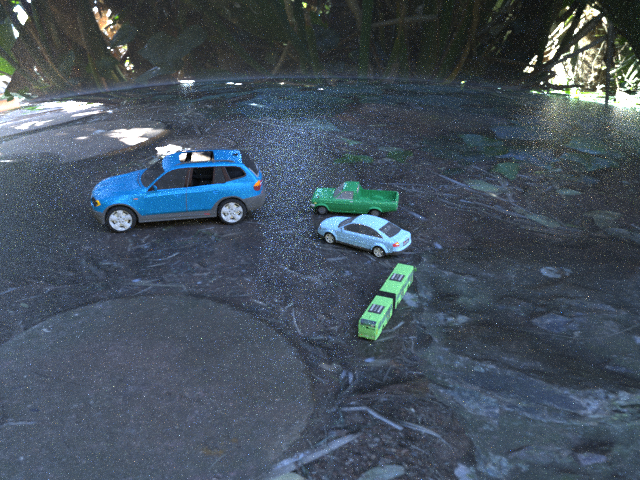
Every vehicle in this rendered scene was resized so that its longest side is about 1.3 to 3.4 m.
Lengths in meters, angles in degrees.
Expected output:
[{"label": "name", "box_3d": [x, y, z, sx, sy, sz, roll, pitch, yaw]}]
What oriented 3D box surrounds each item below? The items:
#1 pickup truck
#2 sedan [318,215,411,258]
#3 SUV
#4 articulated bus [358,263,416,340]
[{"label": "pickup truck", "box_3d": [0.637, -0.762, 12.723, 1.603, 0.511, 0.640, 4, 26, 8]}, {"label": "sedan", "box_3d": [0.709, -0.144, 11.483, 1.613, 0.483, 0.635, 16, 30, 29]}, {"label": "SUV", "box_3d": [-2.506, -0.952, 12.408, 3.058, 1.128, 1.276, -5, 26, -9]}, {"label": "articulated bus", "box_3d": [0.943, 0.823, 9.714, 0.311, 0.289, 1.749, 10, 28, 20]}]
